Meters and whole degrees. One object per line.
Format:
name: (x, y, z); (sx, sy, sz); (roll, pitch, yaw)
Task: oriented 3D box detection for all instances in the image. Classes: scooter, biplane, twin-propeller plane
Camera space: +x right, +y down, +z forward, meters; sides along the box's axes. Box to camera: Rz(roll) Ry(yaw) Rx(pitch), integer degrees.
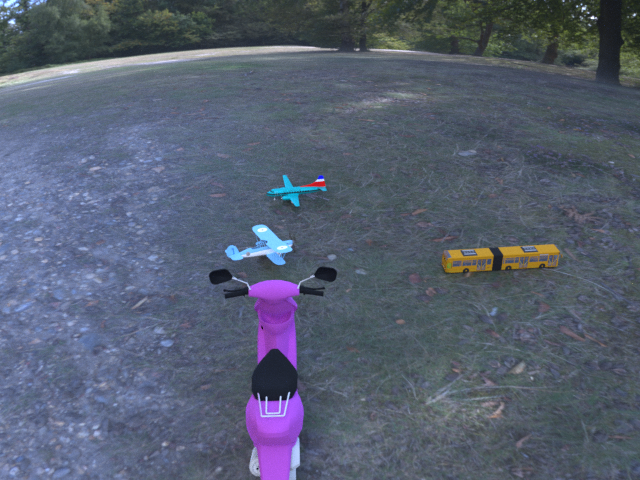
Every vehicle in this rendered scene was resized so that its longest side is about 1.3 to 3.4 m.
scooter: (-0.456, 1.222, 7.167); (1.288, 1.786, 2.721); (-1, 29, -2)
biplane: (-0.878, 0.131, 10.503); (1.090, 0.504, 1.336); (-12, 31, -20)
twin-propeller plane: (-0.432, -0.932, 12.552); (1.095, 0.407, 1.370); (-6, 29, -11)

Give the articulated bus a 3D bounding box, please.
articulated bus: (2.708, 0.279, 10.458); (1.749, 0.289, 0.311); (-3, 29, -6)
